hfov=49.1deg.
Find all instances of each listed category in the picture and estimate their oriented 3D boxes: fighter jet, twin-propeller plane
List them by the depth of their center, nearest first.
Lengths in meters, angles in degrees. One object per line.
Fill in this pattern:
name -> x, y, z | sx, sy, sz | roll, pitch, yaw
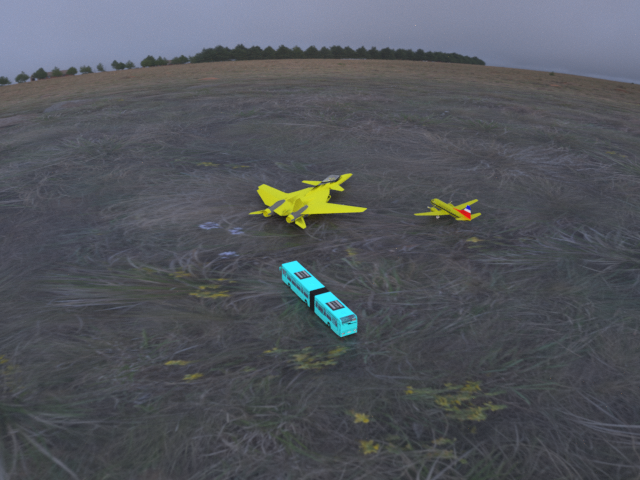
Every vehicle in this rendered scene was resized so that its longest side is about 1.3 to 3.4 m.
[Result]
twin-propeller plane -> 2.251, -0.563, 12.086 | 1.370, 0.407, 1.095 | -13, 29, -26
fighter jet -> -0.062, -0.970, 12.758 | 2.229, 0.557, 2.640 | 15, 30, 28

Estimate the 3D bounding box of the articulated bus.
articulated bus -> -0.044, 0.763, 9.474 | 0.311, 0.289, 1.749 | -13, 29, -25
